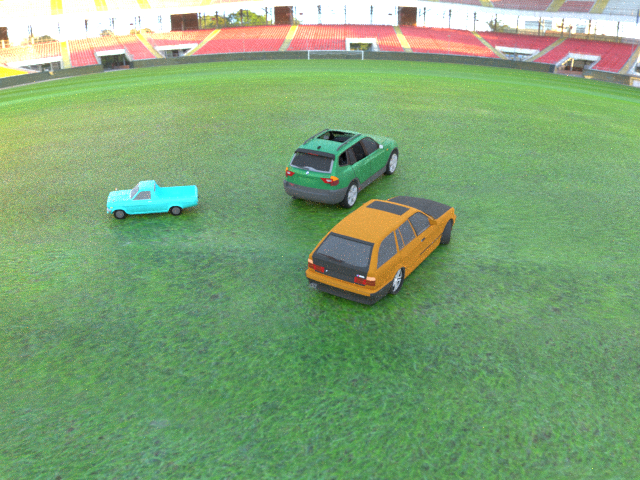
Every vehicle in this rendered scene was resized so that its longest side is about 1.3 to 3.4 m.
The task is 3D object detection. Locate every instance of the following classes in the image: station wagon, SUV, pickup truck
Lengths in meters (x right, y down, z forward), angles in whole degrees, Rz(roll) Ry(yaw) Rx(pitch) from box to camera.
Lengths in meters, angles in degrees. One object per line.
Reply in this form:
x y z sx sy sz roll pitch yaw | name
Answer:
1.045 -0.105 10.627 1.327 0.920 3.105 16 30 28 | station wagon
0.472 -1.560 13.308 1.276 1.128 3.058 13 30 25 | SUV
-2.956 -0.753 12.383 1.603 0.511 0.640 -4 27 -9 | pickup truck
